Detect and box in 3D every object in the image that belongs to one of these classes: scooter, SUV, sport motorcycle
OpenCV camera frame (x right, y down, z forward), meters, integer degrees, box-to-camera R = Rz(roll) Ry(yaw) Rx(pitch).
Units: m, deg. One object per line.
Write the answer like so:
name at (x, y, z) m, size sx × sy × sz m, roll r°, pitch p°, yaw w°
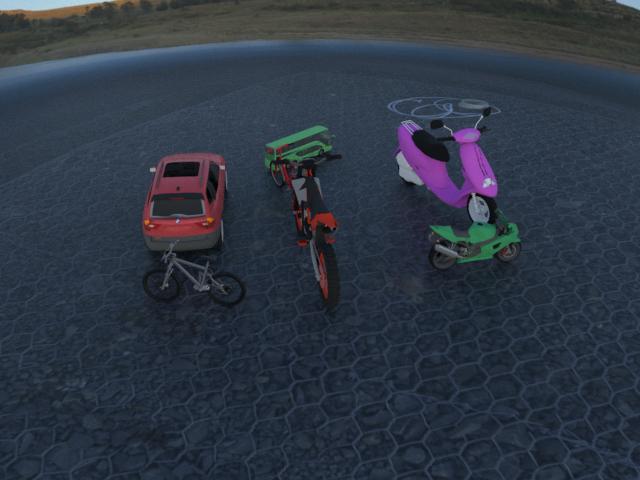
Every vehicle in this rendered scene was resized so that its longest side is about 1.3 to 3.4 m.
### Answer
scooter at (2.155, -1.424, 12.068) m, size 1.288 × 1.786 × 2.721 m, roll -17°, pitch 35°, yaw -27°
SUV at (-2.227, -0.851, 11.743) m, size 1.276 × 1.128 × 3.058 m, roll -2°, pitch 31°, yaw -4°
sport motorcycle at (2.346, 0.031, 10.549) m, size 1.520 × 0.821 × 0.506 m, roll -6°, pitch 31°, yaw -10°

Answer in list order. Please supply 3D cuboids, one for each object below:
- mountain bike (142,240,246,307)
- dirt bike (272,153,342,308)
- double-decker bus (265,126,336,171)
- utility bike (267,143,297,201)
mountain bike at (-1.754, 0.525, 9.666) m, size 1.469 × 0.868 × 0.573 m, roll 3°, pitch 31°, yaw 6°
dirt bike at (-0.116, -0.334, 10.336) m, size 1.024 × 1.666 × 2.903 m, roll -6°, pitch 31°, yaw -10°
double-decker bus at (-0.395, -1.856, 14.027) m, size 0.389 × 0.541 × 1.672 m, roll 27°, pitch 40°, yaw 37°
utility bike at (-0.613, -1.189, 12.497) m, size 0.535 × 0.946 × 1.435 m, roll -17°, pitch 34°, yaw -26°
